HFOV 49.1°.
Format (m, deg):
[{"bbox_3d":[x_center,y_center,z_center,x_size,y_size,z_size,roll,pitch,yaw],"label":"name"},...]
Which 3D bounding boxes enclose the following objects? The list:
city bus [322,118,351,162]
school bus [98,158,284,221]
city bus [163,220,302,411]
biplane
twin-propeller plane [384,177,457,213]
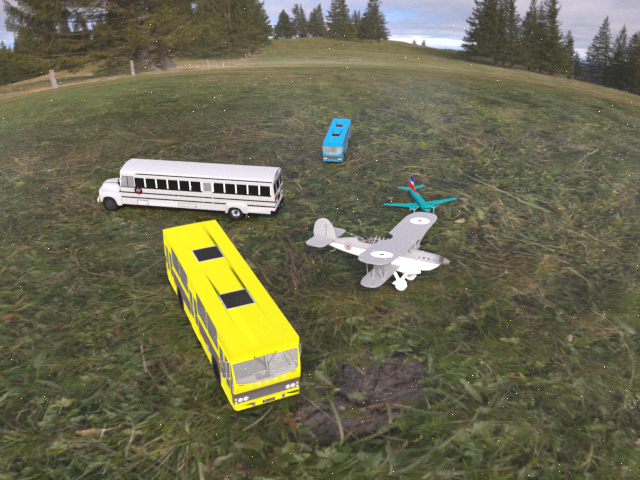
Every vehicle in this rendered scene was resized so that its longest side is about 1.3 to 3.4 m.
[{"bbox_3d":[0.381,-2.162,15.205,0.476,0.460,1.674,4,28,8],"label":"city bus"},{"bbox_3d":[-2.337,-0.927,12.434,3.322,0.844,0.709,4,28,8],"label":"school bus"},{"bbox_3d":[-1.236,0.841,9.007,0.926,0.894,3.255,-12,30,-21],"label":"city bus"},{"bbox_3d":[0.881,0.122,10.286,2.120,0.981,2.598,12,30,22],"label":"biplane"},{"bbox_3d":[1.786,-0.766,12.597,1.370,0.407,1.095,-5,28,-10],"label":"twin-propeller plane"}]
